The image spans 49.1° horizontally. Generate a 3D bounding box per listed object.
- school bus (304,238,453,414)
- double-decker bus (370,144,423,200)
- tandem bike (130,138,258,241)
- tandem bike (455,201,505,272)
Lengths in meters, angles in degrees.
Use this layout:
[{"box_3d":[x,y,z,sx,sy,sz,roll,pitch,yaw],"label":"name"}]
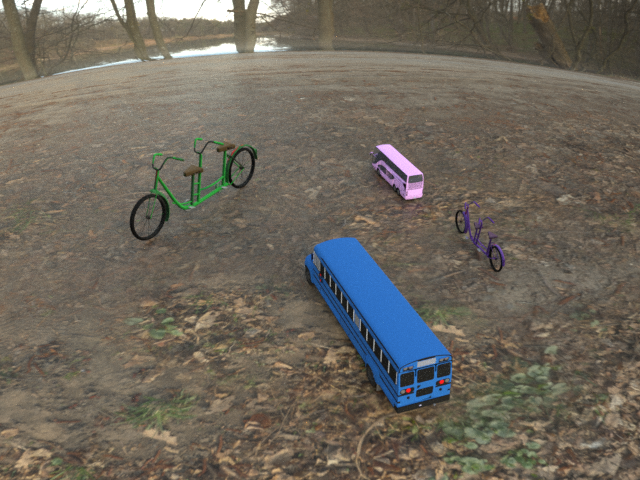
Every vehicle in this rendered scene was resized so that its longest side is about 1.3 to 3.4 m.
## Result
[{"box_3d":[0.594,0.863,9.029,0.709,0.844,3.322,-10,31,-17],"label":"school bus"},{"box_3d":[1.425,-1.306,13.106,0.389,0.541,1.672,-10,31,-16],"label":"double-decker bus"},{"box_3d":[-2.074,-1.094,11.950,0.550,1.326,3.192,18,35,29],"label":"tandem bike"},{"box_3d":[2.478,-0.119,10.900,0.283,0.682,1.642,-8,31,-13],"label":"tandem bike"}]
